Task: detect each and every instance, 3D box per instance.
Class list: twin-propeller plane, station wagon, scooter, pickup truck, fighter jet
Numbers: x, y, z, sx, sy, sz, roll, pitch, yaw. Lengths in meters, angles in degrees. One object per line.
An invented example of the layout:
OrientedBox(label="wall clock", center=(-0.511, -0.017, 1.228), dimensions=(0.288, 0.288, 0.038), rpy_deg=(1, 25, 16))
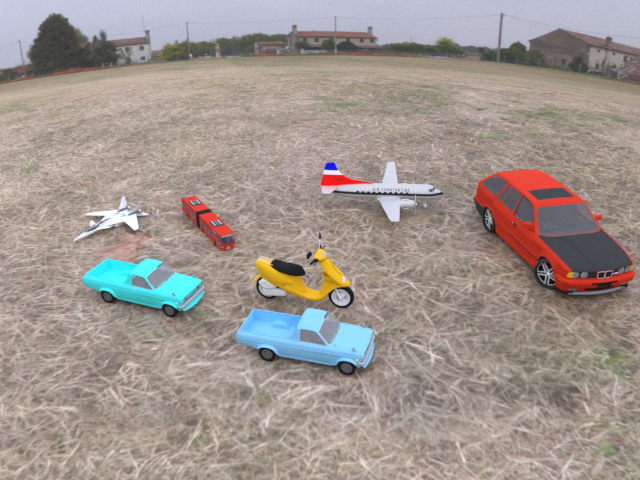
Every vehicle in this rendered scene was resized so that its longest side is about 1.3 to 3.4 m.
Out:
OrientedBox(label="twin-propeller plane", center=(1.068, -0.939, 12.027), dimensions=(2.129, 0.792, 2.663), rpy_deg=(2, 27, 3))
OrientedBox(label="station wagon", center=(3.442, -0.259, 10.532), dimensions=(1.327, 0.920, 3.105), rpy_deg=(-6, 27, -11))
OrientedBox(label="scooter", center=(-0.231, 0.425, 9.177), dimensions=(1.399, 0.919, 0.662), rpy_deg=(6, 27, 12))
OrientedBox(label="pickup truck", center=(-0.165, 1.115, 8.259), dimensions=(1.603, 0.511, 0.640), rpy_deg=(7, 28, 14))
OrientedBox(label="pickup truck", center=(-2.364, 0.555, 9.371), dimensions=(1.603, 0.511, 0.640), rpy_deg=(10, 28, 19))
OrientedBox(label="fighter jet", center=(-3.481, -0.325, 11.369), dimensions=(1.147, 0.286, 1.358), rpy_deg=(15, 30, 27))

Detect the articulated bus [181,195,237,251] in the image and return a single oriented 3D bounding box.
OrientedBox(label="articulated bus", center=(-1.825, -0.302, 11.321), dimensions=(0.311, 0.289, 1.749), rpy_deg=(-14, 30, -26))
